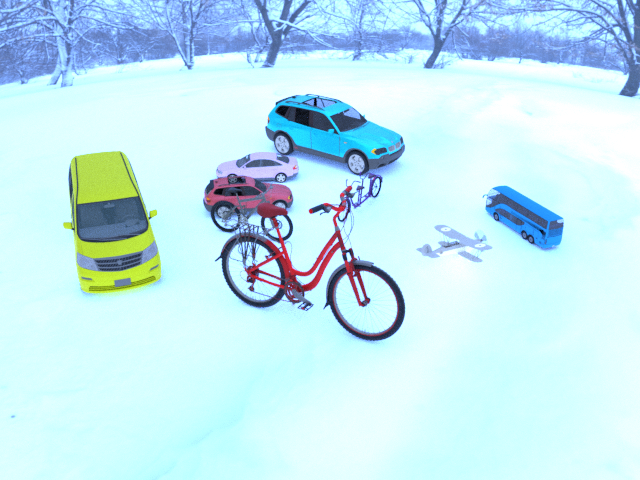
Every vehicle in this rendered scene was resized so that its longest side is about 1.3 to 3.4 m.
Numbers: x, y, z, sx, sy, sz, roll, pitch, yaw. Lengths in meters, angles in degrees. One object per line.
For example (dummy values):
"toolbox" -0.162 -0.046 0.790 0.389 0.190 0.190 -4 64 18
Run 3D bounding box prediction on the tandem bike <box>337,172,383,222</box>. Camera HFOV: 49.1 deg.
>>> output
"tandem bike" 0.721 -0.864 12.238 0.283 0.682 1.642 15 31 27

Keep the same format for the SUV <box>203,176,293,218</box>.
"SUV" -1.253 -0.798 12.222 1.572 0.580 0.656 -5 27 -9

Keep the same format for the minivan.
"minivan" -3.198 -0.342 10.655 1.324 1.197 3.011 -9 29 -18

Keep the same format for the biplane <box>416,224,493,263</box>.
"biplane" 1.985 0.111 10.530 1.090 0.504 1.336 -11 29 -21

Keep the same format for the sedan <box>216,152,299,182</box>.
"sedan" -1.213 -1.429 13.559 1.613 0.483 0.635 -2 27 -3

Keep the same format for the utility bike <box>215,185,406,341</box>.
"utility bike" -0.153 0.188 8.917 2.791 1.839 1.039 14 30 25

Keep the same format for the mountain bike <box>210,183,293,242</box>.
"mountain bike" -1.111 -0.443 11.213 1.469 0.868 0.573 10 29 19

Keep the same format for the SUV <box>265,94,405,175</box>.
"SUV" 0.275 -2.260 14.475 3.058 1.128 1.276 19 33 32

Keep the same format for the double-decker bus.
"double-decker bus" 3.320 -0.418 11.523 0.389 0.541 1.672 -11 29 -21
